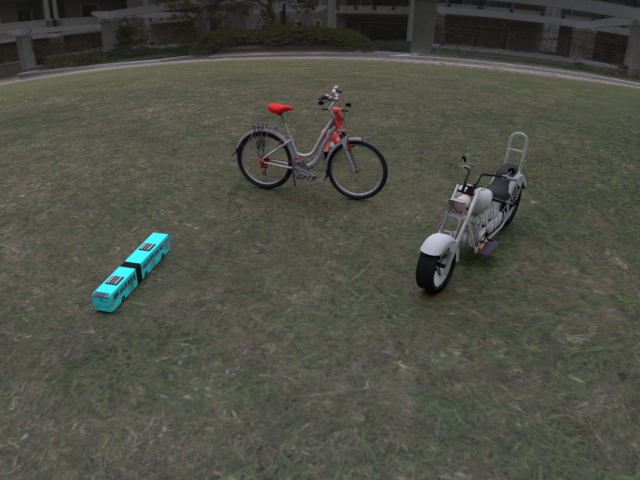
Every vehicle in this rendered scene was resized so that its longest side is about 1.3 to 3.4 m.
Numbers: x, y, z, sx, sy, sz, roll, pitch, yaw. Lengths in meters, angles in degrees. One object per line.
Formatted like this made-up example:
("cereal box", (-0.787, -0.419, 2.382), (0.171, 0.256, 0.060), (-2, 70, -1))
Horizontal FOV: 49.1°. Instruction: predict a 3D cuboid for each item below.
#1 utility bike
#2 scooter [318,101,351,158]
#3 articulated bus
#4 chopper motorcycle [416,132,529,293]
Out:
("utility bike", (-0.185, -1.683, 11.824), (2.791, 1.839, 1.039), (8, 29, 15))
("scooter", (0.252, -2.220, 13.790), (0.662, 0.919, 1.399), (6, 29, 12))
("articulated bus", (-2.538, 0.407, 9.583), (0.311, 0.289, 1.749), (7, 29, 13))
("chopper motorcycle", (2.216, -0.449, 9.915), (0.906, 1.480, 3.040), (19, 34, 31))
